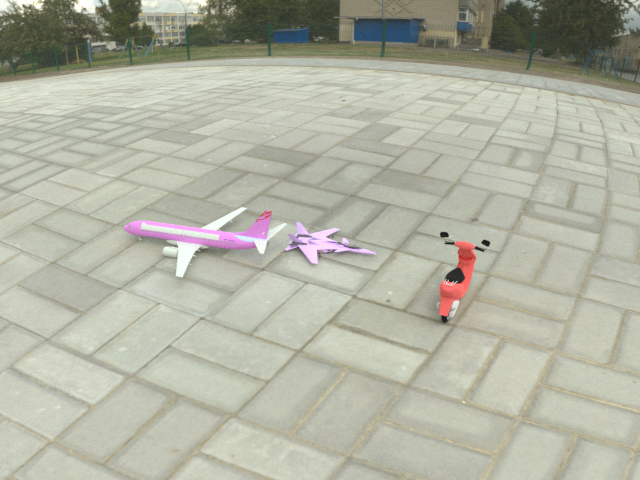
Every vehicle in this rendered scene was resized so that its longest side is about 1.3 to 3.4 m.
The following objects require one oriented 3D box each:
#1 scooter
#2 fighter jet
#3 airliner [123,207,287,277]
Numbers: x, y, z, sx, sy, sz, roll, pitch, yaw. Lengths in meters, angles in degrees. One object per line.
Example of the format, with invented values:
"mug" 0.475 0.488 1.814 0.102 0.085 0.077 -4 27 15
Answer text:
"scooter" 1.816 0.424 9.164 0.662 0.919 1.399 12 31 21
"fighter jet" 0.198 0.033 10.550 1.358 0.286 1.147 9 30 16
"airliner" -1.846 -0.217 10.435 2.541 0.835 2.257 9 30 15
